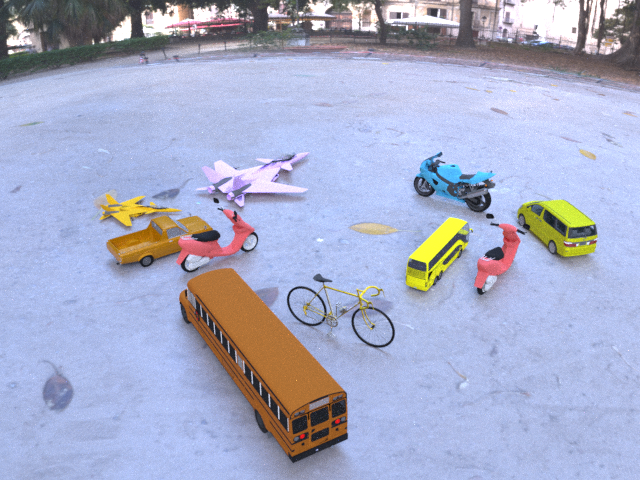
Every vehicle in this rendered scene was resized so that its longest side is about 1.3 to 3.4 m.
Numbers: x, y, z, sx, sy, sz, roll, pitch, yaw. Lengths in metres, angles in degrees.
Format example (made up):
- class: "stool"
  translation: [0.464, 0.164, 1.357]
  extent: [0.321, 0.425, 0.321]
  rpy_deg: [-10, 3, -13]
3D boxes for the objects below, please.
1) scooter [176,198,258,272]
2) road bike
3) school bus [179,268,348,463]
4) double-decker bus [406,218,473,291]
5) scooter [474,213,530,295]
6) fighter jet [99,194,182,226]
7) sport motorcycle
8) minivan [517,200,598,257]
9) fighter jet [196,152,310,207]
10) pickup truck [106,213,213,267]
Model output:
- class: "scooter"
  translation: [-1.528, -0.073, 10.476]
  extent: [1.399, 0.919, 0.662]
  rpy_deg: [-21, 35, -32]
- class: "road bike"
  translation: [0.242, 0.865, 8.864]
  extent: [1.545, 0.852, 0.358]
  rpy_deg: [15, 32, 25]
- class: "school bus"
  translation: [-0.828, 1.222, 8.230]
  extent: [0.709, 0.844, 3.322]
  rpy_deg: [-16, 33, -26]
- class: "double-decker bus"
  translation: [1.787, 0.171, 10.427]
  extent: [0.389, 0.541, 1.672]
  rpy_deg: [17, 33, 28]
- class: "scooter"
  translation: [2.581, 0.165, 10.050]
  extent: [0.662, 0.919, 1.399]
  rpy_deg: [19, 34, 30]
- class: "fighter jet"
  translation: [-3.056, -0.575, 12.026]
  extent: [1.358, 0.286, 1.147]
  rpy_deg: [-1, 29, -1]
- class: "sport motorcycle"
  translation: [2.328, -1.005, 12.249]
  extent: [1.520, 0.821, 0.506]
  rpy_deg: [19, 34, 31]
- class: "minivan"
  translation: [3.764, -0.297, 11.190]
  extent: [0.681, 0.616, 1.548]
  rpy_deg: [-7, 30, -13]
- class: "fighter jet"
  translation: [-1.017, -1.415, 13.255]
  extent: [2.229, 0.557, 2.640]
  rpy_deg: [21, 35, 32]
- class: "pickup truck"
  translation: [-2.461, -0.046, 10.847]
  extent: [1.603, 0.511, 0.640]
  rpy_deg: [-19, 34, -31]
